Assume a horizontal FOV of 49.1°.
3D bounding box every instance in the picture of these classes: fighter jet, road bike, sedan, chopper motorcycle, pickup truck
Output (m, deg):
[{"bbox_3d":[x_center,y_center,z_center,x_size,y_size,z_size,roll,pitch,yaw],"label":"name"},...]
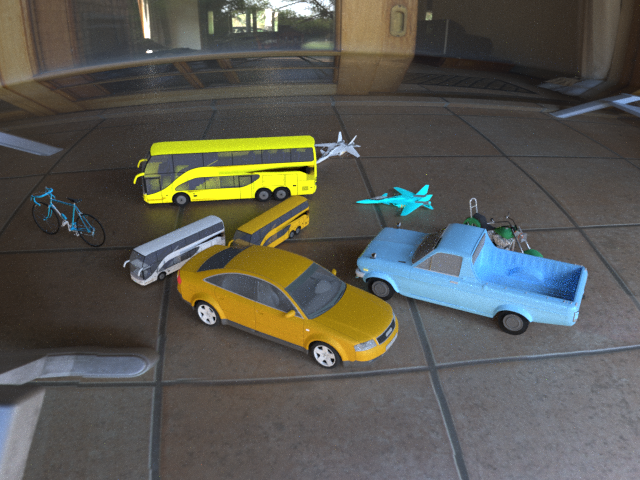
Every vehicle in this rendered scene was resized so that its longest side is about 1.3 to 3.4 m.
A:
[{"bbox_3d":[0.261,-1.888,14.573,1.147,0.286,1.358,18,34,28],"label":"fighter jet"},{"bbox_3d":[1.325,-0.766,12.587,1.358,0.286,1.147,-1,29,-1],"label":"fighter jet"},{"bbox_3d":[-4.088,-0.363,11.300,1.545,0.852,0.358,13,32,22],"label":"road bike"},{"bbox_3d":[-0.466,0.727,9.279,3.137,0.940,1.235,16,33,25],"label":"sedan"},{"bbox_3d":[2.836,-0.057,10.849,0.466,0.761,1.563,-19,35,-30],"label":"chopper motorcycle"},{"bbox_3d":[2.086,0.408,9.790,3.117,0.993,1.244,13,32,22],"label":"pickup truck"}]

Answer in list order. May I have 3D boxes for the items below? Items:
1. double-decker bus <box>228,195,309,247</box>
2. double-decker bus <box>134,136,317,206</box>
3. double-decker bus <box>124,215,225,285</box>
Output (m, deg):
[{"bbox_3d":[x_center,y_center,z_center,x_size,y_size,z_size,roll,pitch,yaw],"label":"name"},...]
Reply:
[{"bbox_3d":[-0.781,-0.179,11.290,0.389,0.541,1.672,19,35,30],"label":"double-decker bus"},{"bbox_3d":[-1.681,-1.264,12.691,3.251,1.052,0.756,-4,30,-6],"label":"double-decker bus"},{"bbox_3d":[-2.177,0.156,10.696,0.389,0.541,1.672,24,38,36],"label":"double-decker bus"}]
